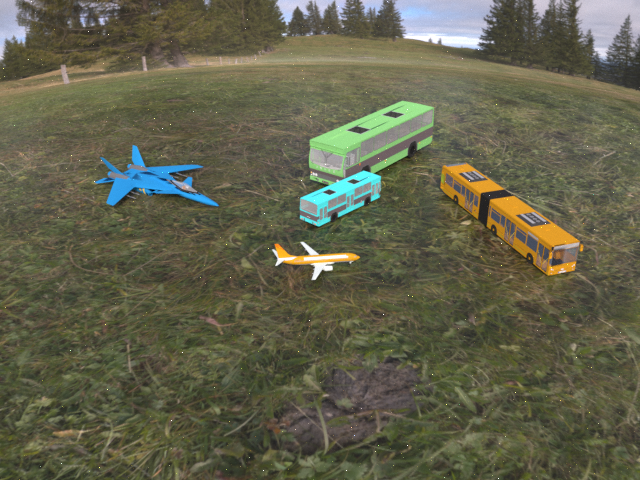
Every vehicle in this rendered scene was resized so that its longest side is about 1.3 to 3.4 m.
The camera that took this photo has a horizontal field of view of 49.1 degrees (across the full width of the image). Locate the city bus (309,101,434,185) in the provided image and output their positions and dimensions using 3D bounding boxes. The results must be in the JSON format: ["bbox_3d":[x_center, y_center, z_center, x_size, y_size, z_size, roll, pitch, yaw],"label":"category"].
[{"bbox_3d":[1.100,-1.922,13.977,0.926,0.894,3.255,20,34,33],"label":"city bus"}]

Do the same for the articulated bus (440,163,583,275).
[{"bbox_3d":[2.994,-0.445,11.511,0.605,0.561,3.401,-9,29,-17],"label":"articulated bus"}]

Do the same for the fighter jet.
[{"bbox_3d":[-2.833,-1.103,12.774,2.640,0.557,2.229,18,33,31],"label":"fighter jet"}]

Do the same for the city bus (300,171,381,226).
[{"bbox_3d":[0.379,-0.714,12.135,0.476,0.460,1.674,23,36,37],"label":"city bus"}]

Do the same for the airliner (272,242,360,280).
[{"bbox_3d":[-0.041,0.203,10.415,1.307,0.429,1.161,-4,28,-8],"label":"airliner"}]
